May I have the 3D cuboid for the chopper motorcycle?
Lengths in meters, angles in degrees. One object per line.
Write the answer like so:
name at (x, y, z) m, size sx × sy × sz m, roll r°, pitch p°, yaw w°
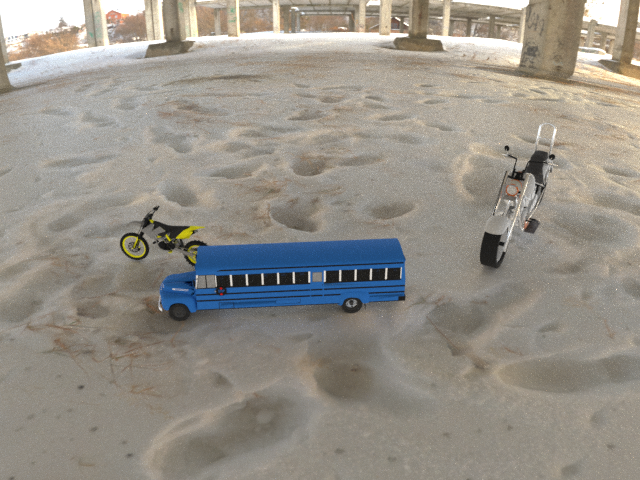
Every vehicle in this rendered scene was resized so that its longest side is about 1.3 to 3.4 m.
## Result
chopper motorcycle at (3.191, -0.770, 11.153) m, size 0.906 × 1.480 × 3.040 m, roll 16°, pitch 33°, yaw 26°

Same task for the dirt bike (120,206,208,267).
dirt bike at (-2.316, -0.009, 10.425) m, size 1.493 × 0.857 × 0.527 m, roll 6°, pitch 30°, yaw 11°

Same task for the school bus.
school bus at (-0.524, 0.507, 9.512) m, size 3.322 × 0.844 × 0.709 m, roll -2°, pitch 29°, yaw -4°
